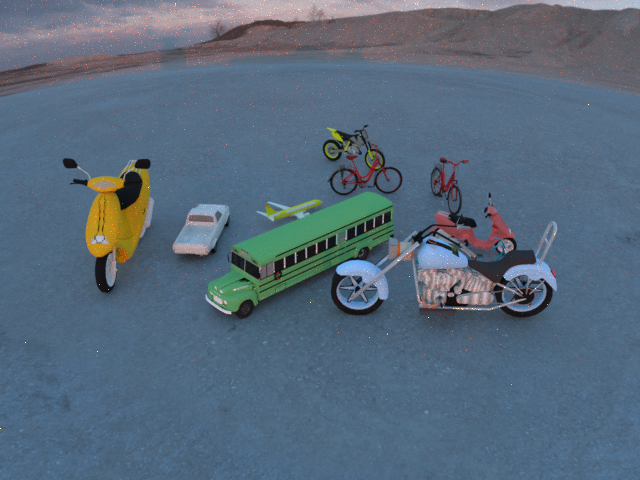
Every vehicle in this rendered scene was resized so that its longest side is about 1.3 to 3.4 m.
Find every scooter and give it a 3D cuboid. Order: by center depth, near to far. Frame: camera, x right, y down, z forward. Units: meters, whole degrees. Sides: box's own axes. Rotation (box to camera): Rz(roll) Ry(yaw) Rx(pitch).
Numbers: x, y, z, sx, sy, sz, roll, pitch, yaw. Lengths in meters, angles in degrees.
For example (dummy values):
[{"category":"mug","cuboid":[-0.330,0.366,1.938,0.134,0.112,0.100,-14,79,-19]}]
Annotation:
[{"category":"scooter","cuboid":[-3.102,-0.543,10.851,1.288,1.786,2.721,1,28,1]},{"category":"scooter","cuboid":[2.471,-0.242,11.208,1.399,0.919,0.662,9,30,16]}]

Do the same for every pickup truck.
[{"category":"pickup truck","cuboid":[-1.944,-0.224,11.604,0.640,0.511,1.603,3,28,5]}]

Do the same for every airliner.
[{"category":"airliner","cuboid":[-0.461,-0.610,12.406,1.307,0.429,1.161,-22,35,-34]}]

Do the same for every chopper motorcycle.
[{"category":"chopper motorcycle","cuboid":[1.672,0.383,9.456,3.040,1.480,0.906,2,28,3]}]

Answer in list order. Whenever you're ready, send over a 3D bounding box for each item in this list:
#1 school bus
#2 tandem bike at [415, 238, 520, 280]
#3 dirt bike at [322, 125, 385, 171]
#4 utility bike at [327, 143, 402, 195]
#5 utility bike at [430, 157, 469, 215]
[{"category":"school bus","cuboid":[-0.233,0.159,10.543,3.322,0.844,0.709,-24,36,-37]},{"category":"tandem bike","cuboid":[2.246,0.299,10.453,1.642,0.682,0.283,2,28,4]},{"category":"dirt bike","cuboid":[0.693,-1.932,14.409,1.493,0.857,0.527,17,33,29]},{"category":"utility bike","cuboid":[0.844,-1.321,13.182,1.435,0.946,0.535,-2,28,-4]},{"category":"utility bike","cuboid":[2.352,-1.103,12.778,0.535,0.946,1.435,-6,29,-12]}]
